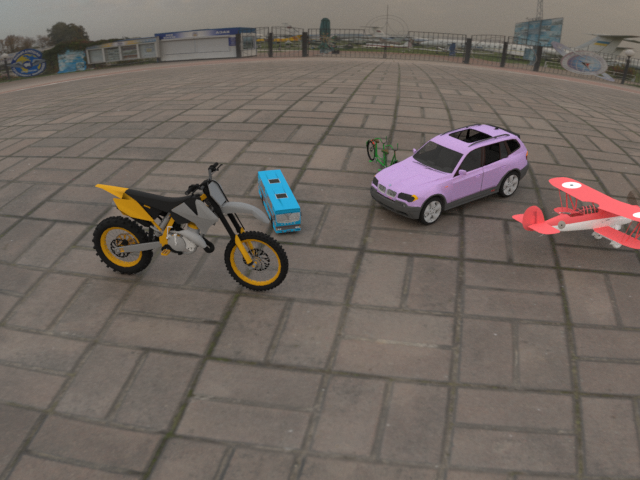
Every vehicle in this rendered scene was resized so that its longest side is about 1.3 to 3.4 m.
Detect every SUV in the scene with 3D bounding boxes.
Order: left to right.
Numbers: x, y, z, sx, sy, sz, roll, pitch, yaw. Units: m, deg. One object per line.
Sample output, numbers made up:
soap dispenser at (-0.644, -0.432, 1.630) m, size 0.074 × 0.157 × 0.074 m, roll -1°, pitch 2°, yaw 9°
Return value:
SUV at (2.302, -1.242, 12.199) m, size 3.058 × 1.128 × 1.276 m, roll -18°, pitch 33°, yaw -31°

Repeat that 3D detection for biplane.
biplane at (4.011, -0.344, 10.674) m, size 2.120 × 0.981 × 2.598 m, roll -7°, pitch 29°, yaw -14°

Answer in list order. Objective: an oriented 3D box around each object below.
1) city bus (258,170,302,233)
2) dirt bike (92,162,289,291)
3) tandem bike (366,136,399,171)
city bus at (-0.705, -0.658, 11.816) m, size 0.476 × 0.460 × 1.674 m, roll -7°, pitch 29°, yaw -12°
dirt bike at (-1.832, -0.148, 9.580) m, size 2.903 × 1.666 × 1.024 m, roll 7°, pitch 29°, yaw 12°
tandem bike at (1.230, -1.649, 13.436) m, size 0.283 × 0.682 × 1.642 m, roll -10°, pitch 30°, yaw -18°
